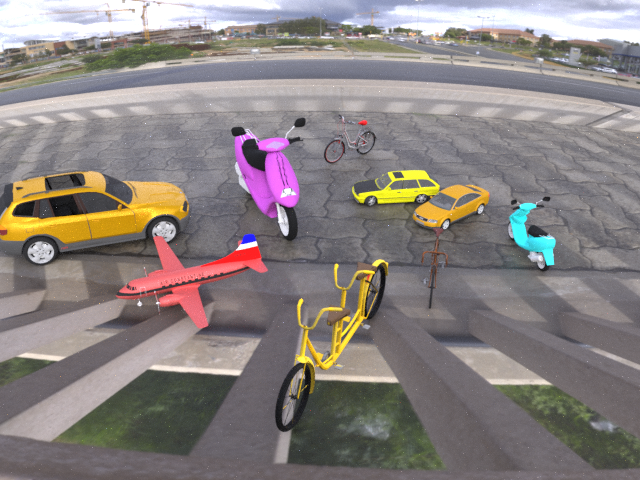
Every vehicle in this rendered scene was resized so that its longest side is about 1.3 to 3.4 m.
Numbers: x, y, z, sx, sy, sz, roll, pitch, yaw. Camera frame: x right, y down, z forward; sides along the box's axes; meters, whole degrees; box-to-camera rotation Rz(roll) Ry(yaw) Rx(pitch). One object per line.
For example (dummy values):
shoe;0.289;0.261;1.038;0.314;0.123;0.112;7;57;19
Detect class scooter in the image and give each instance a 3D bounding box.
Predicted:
scooter;3.299;-0.168;10.925;0.662;0.919;1.399;-6;29;-10
scooter;-0.946;-1.259;12.020;1.288;1.786;2.721;-12;31;-21

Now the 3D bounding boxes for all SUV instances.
SUV;-3.659;-0.508;11.330;3.058;1.128;1.276;-10;30;-18

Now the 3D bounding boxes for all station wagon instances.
station wagon;1.391;-0.984;12.886;1.597;0.473;0.682;-4;29;-6

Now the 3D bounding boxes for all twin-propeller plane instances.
twin-propeller plane;-1.839;0.437;9.950;2.129;0.792;2.663;-12;31;-21

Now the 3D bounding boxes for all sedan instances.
sedan;2.301;-0.630;12.227;1.613;0.483;0.635;-22;36;-35

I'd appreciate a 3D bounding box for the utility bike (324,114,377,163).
utility bike;0.685;-2.106;14.448;1.435;0.946;0.535;-20;34;-32

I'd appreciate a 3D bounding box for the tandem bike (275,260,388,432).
tandem bike;0.241;0.952;8.449;0.550;1.326;3.192;13;31;22

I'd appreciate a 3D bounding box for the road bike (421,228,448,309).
road bike;1.656;0.326;10.090;0.358;0.852;1.545;6;29;10
